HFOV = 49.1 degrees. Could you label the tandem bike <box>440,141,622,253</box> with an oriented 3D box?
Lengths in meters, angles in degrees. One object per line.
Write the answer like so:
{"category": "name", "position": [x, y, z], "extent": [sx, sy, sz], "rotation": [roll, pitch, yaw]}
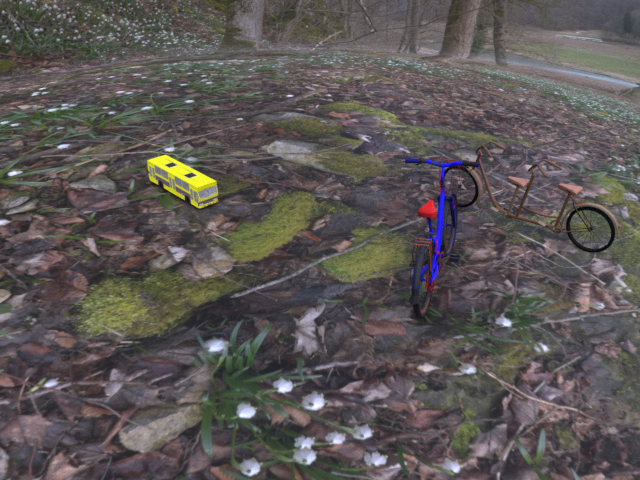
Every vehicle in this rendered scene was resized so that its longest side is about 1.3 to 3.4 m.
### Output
{"category": "tandem bike", "position": [3.343, -0.771, 11.401], "extent": [3.192, 1.326, 0.550], "rotation": [23, 37, 35]}

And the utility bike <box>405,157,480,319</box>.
{"category": "utility bike", "position": [1.567, -0.183, 9.849], "extent": [1.039, 1.839, 2.791], "rotation": [10, 31, 18]}

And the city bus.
{"category": "city bus", "position": [-2.522, -1.064, 12.790], "extent": [0.476, 0.460, 1.674], "rotation": [-25, 38, -37]}
